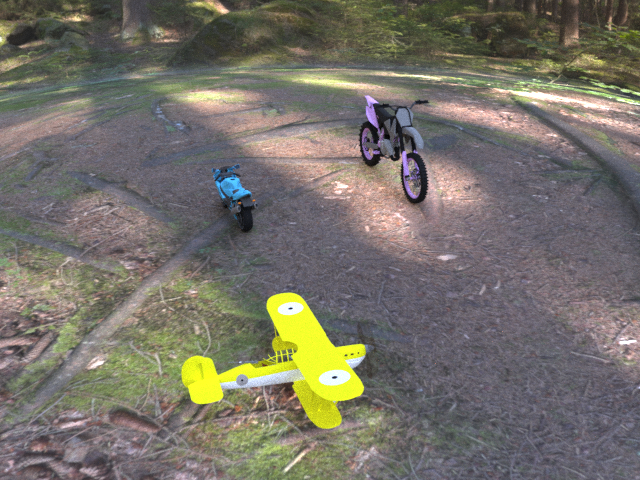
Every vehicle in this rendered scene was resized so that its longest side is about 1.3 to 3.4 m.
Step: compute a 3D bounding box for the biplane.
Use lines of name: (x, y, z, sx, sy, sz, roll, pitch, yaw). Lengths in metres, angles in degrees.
biplane: (-0.422, 1.352, 7.573, 2.120, 0.981, 2.598, -8, 28, -15)

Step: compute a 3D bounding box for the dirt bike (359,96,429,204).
dirt bike: (1.356, -1.853, 13.099, 1.024, 1.666, 2.903, -9, 28, -17)

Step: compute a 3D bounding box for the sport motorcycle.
sport motorcycle: (-1.450, -0.732, 11.832, 0.506, 0.821, 1.520, -12, 29, -22)
